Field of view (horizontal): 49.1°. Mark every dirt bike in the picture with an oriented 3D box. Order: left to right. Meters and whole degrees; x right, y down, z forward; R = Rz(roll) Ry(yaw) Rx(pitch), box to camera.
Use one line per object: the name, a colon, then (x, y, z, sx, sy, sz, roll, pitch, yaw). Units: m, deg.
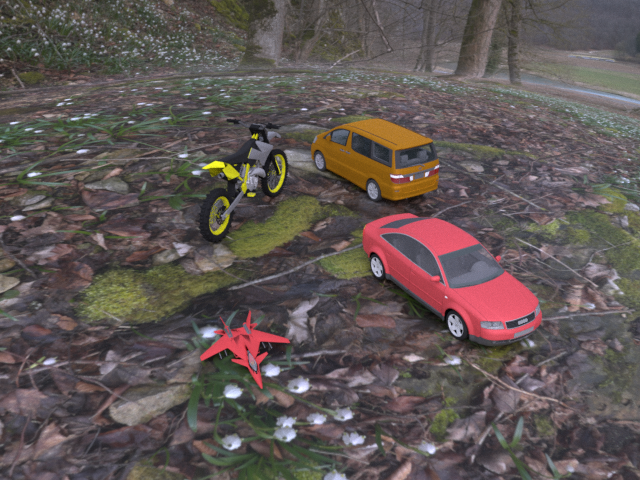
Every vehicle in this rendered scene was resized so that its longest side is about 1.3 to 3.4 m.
dirt bike: (-1.280, -1.162, 12.122, 1.024, 1.666, 2.903, 12, 30, 22)

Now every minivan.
minivan: (0.987, -1.720, 13.717, 1.324, 1.197, 3.011, -17, 32, -29)

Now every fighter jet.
fighter jet: (-0.904, 1.368, 8.722, 1.147, 0.286, 1.358, -9, 29, -17)

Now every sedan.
sedan: (1.785, 0.380, 9.926, 1.235, 0.940, 3.137, -15, 31, -26)
